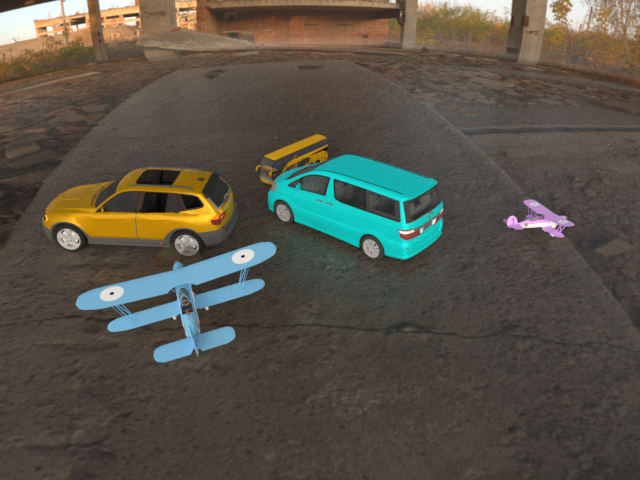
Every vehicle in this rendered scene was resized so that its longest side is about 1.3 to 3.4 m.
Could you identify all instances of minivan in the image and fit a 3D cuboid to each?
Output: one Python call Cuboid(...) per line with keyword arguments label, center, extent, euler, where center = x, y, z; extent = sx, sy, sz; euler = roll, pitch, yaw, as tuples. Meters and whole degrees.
Cuboid(label="minivan", center=(0.491, -0.691, 11.362), extent=(3.011, 1.197, 1.324), euler=(23, 37, 34))

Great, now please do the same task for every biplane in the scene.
Cuboid(label="biplane", center=(3.533, -0.304, 11.386), extent=(1.090, 0.504, 1.336), euler=(-7, 31, -11))
Cuboid(label="biplane", center=(-1.745, 0.843, 8.937), extent=(2.598, 0.981, 2.120), euler=(-8, 31, -14))

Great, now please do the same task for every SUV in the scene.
Cuboid(label="SUV", center=(-2.862, -0.534, 11.161), extent=(3.058, 1.128, 1.276), euler=(3, 30, 5))

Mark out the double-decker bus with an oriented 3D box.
Cuboid(label="double-decker bus", center=(-0.503, -1.544, 13.485), extent=(0.389, 0.541, 1.672), euler=(24, 38, 35))
